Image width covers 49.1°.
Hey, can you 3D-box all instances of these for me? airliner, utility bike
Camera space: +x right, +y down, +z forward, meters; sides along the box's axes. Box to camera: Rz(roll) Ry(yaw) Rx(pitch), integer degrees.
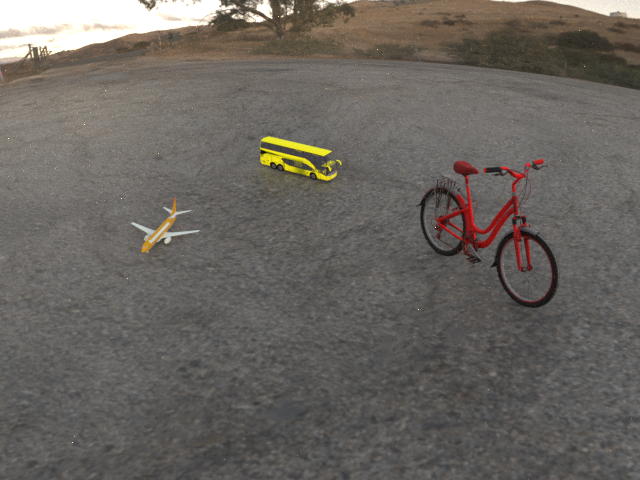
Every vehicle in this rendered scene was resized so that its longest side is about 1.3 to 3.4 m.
[{"bbox_3d":[-2.496,-0.227,10.957,1.161,0.429,1.307,7,29,12],"label":"airliner"},{"bbox_3d":[2.332,-0.345,9.674,1.039,1.839,2.791,-16,32,-28],"label":"utility bike"}]

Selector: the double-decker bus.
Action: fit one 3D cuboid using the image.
[{"bbox_3d":[-0.401,-1.544,13.323,1.672,0.541,0.389,17,32,29],"label":"double-decker bus"}]
